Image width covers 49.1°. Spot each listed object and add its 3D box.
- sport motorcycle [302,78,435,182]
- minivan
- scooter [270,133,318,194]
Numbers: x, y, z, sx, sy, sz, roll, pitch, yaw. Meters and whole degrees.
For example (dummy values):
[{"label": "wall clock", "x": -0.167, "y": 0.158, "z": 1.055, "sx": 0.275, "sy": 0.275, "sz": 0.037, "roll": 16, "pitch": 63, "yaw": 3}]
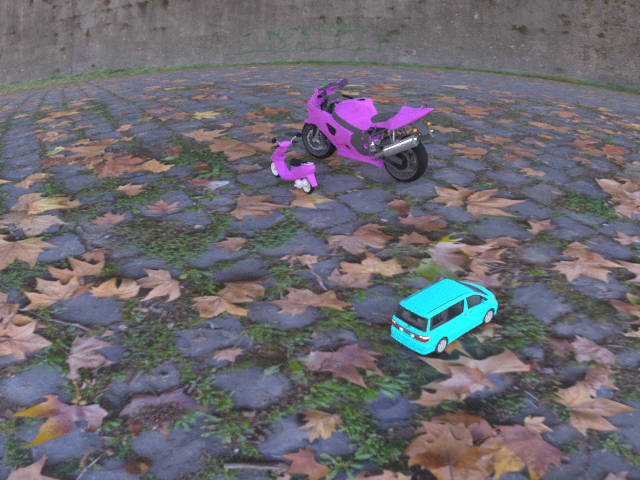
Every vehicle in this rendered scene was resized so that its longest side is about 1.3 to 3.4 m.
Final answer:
[{"label": "sport motorcycle", "x": 0.820, "y": -2.091, "z": 13.378, "sx": 2.955, "sy": 1.596, "sz": 0.983, "roll": 20, "pitch": 33, "yaw": 33}, {"label": "minivan", "x": 1.593, "y": 0.860, "z": 8.741, "sx": 1.548, "sy": 0.616, "sz": 0.681, "roll": -22, "pitch": 35, "yaw": -36}, {"label": "scooter", "x": -0.509, "y": -1.425, "z": 12.829, "sx": 0.662, "sy": 0.919, "sz": 1.399, "roll": -19, "pitch": 33, "yaw": -33}]
